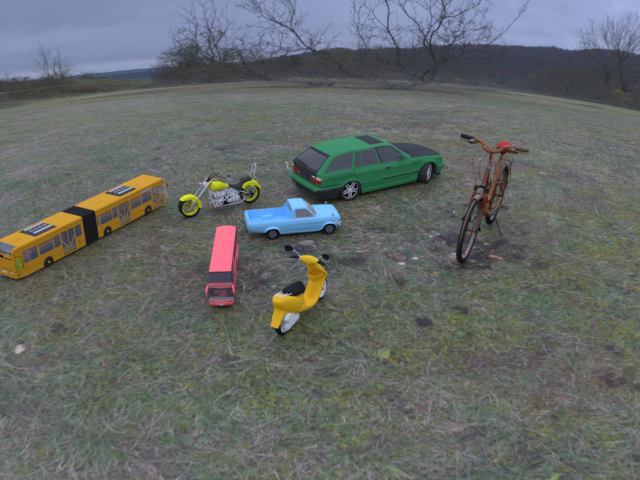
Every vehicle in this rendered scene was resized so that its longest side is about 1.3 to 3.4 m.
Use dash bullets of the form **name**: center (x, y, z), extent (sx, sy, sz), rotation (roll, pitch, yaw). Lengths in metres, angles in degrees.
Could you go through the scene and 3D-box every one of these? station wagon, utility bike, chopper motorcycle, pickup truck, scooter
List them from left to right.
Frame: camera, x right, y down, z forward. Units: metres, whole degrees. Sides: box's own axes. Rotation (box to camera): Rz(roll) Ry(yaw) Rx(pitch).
- **chopper motorcycle**: center (-1.786, -0.890, 12.494), extent (1.563, 0.761, 0.466), rotation (-14, 29, -27)
- **pickup truck**: center (-0.462, -0.393, 11.737), extent (1.603, 0.511, 0.640), rotation (-5, 26, -11)
- **scooter**: center (-0.245, 0.603, 9.154), extent (0.662, 0.919, 1.399), rotation (13, 28, 25)
- **station wagon**: center (0.991, -1.541, 13.684), extent (3.105, 0.920, 1.327), rotation (-14, 29, -27)
- **utility bike**: center (2.755, -0.815, 11.075), extent (1.039, 1.839, 2.791), rotation (12, 28, 24)

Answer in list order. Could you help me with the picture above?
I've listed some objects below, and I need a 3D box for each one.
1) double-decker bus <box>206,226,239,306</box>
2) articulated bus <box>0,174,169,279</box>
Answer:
- **double-decker bus**: center (-1.384, 0.363, 10.104), extent (0.389, 0.541, 1.672), rotation (-2, 25, -3)
- **articulated bus**: center (-3.799, -0.307, 11.496), extent (0.605, 0.561, 3.401), rotation (13, 28, 25)
